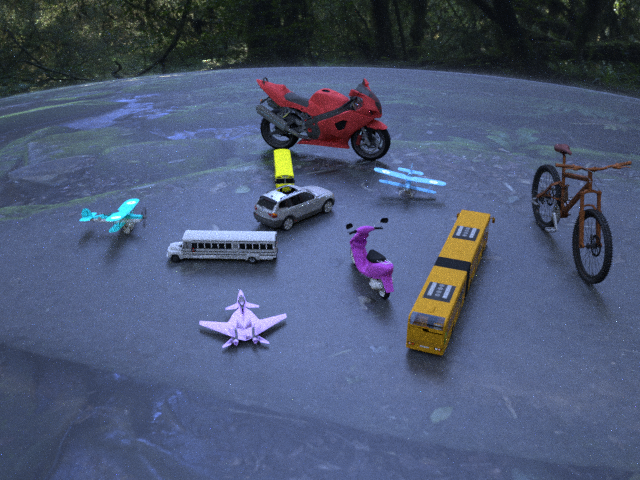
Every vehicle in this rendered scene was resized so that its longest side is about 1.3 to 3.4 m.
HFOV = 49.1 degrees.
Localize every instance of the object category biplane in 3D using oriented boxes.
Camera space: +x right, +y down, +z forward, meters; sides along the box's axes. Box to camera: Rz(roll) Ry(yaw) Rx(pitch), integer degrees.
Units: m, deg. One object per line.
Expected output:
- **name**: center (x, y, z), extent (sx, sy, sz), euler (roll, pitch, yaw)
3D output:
- **biplane**: center (1.686, -1.113, 13.092), extent (1.336, 0.504, 1.090), euler (5, 28, 9)
- **biplane**: center (-3.421, -0.378, 11.667), extent (1.090, 0.504, 1.336), euler (1, 27, 1)

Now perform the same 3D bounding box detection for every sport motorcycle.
- **sport motorcycle**: center (0.057, -2.554, 14.697), extent (2.955, 1.596, 0.983), euler (9, 29, 17)

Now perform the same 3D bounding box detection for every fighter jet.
- **fighter jet**: center (-1.033, 0.940, 9.347), extent (1.147, 0.286, 1.358), euler (-4, 28, -8)

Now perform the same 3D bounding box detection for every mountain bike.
- **mountain bike**: center (3.845, -0.578, 10.763), extent (1.114, 1.688, 2.857), euler (-2, 27, -4)

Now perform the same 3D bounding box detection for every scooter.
- **scooter**: center (0.730, 0.202, 10.088), extent (0.662, 0.919, 1.399), euler (-9, 29, -18)

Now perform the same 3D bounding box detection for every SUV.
- **SUV**: center (-0.429, -0.663, 12.137), extent (0.656, 0.580, 1.572), euler (24, 36, 39)

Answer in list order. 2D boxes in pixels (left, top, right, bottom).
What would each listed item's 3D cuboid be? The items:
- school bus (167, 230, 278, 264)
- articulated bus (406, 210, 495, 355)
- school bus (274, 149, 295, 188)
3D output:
- **school bus**: center (-1.515, 0.097, 10.822), extent (1.708, 0.434, 0.365), euler (1, 27, 2)
- **articulated bus**: center (1.904, 0.472, 9.955), extent (0.605, 0.561, 3.401), euler (10, 29, 19)
- **school bus**: center (-0.694, -1.263, 13.460), extent (0.365, 0.434, 1.708), euler (-2, 27, -5)
